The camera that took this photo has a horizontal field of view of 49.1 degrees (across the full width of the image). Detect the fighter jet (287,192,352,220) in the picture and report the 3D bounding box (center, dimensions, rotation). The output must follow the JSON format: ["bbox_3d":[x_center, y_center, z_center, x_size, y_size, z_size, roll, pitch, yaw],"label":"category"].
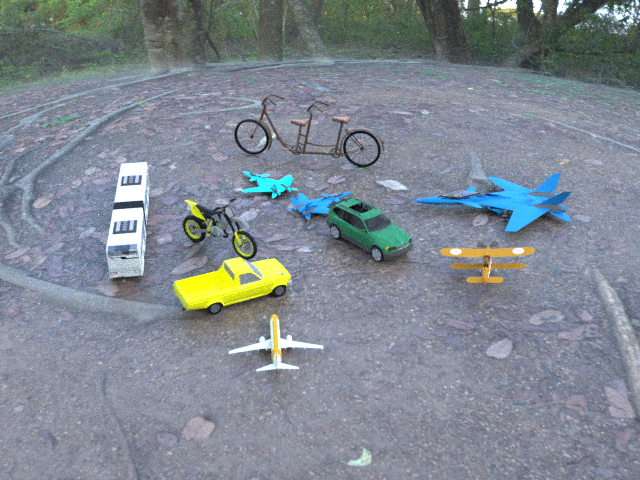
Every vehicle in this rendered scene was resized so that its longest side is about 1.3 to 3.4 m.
[{"bbox_3d":[0.094,-0.743,12.460,1.358,0.286,1.147,-24,36,-37],"label":"fighter jet"}]

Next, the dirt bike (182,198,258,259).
[{"bbox_3d":[-1.580,-0.222,10.887,1.493,0.857,0.527,17,33,29],"label":"dirt bike"}]

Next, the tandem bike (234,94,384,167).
[{"bbox_3d":[-0.260,-2.207,14.087,3.192,1.326,0.550,8,29,15],"label":"tandem bike"}]

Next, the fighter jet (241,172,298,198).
[{"bbox_3d":[-1.071,-1.172,13.258,1.147,0.286,1.358,-22,35,-35],"label":"fighter jet"}]

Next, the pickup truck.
[{"bbox_3d":[-1.209,0.579,9.761,1.603,0.511,0.640,-14,31,-24],"label":"pickup truck"}]

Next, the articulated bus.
[{"bbox_3d":[-3.129,-0.432,11.591,0.605,0.561,3.401,-5,29,-9],"label":"articulated bus"}]

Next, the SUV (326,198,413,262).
[{"bbox_3d":[0.770,-0.201,11.140,0.656,0.580,1.572,-22,35,-35],"label":"SUV"}]

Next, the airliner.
[{"bbox_3d":[-0.552,1.197,8.697,1.161,0.429,1.307,-3,28,-5],"label":"airliner"}]

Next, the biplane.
[{"bbox_3d":[2.395,0.365,10.167,1.336,0.504,1.090,7,29,13],"label":"biplane"}]

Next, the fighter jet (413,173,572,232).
[{"bbox_3d":[2.966,-0.794,12.268,2.640,0.557,2.229,2,28,4],"label":"fighter jet"}]
